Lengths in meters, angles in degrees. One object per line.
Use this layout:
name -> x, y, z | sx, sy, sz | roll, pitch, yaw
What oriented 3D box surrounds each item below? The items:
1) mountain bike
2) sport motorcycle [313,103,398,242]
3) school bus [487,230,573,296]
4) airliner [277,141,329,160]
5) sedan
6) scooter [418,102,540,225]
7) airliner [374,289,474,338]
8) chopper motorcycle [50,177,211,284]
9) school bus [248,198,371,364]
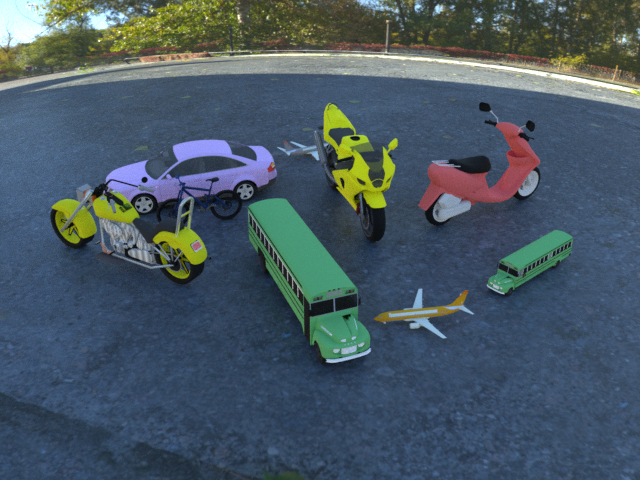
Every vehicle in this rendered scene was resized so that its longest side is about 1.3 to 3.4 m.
mountain bike -> -2.029, -0.658, 11.777 | 1.469, 0.868, 0.573 | -11, 31, -18
sport motorcycle -> 0.570, -1.217, 12.025 | 0.983, 1.596, 2.955 | -8, 30, -13
school bus -> 3.147, 0.332, 10.466 | 1.708, 0.434, 0.365 | -23, 37, -35
airliner -> -0.200, -1.974, 14.551 | 1.307, 0.429, 1.161 | -16, 33, -26
sedan -> -2.356, -1.247, 12.746 | 3.137, 0.940, 1.235 | -9, 31, -15
scooter -> 2.843, -1.277, 11.939 | 2.721, 1.786, 1.288 | -16, 33, -27
airliner -> 1.376, 0.909, 9.449 | 1.307, 0.429, 1.161 | -4, 30, -7
chopper motorcycle -> -2.965, -0.278, 10.483 | 3.040, 1.480, 0.906 | 16, 33, 27
school bus -> -0.226, 0.472, 9.801 | 0.709, 0.844, 3.322 | -11, 31, -19
